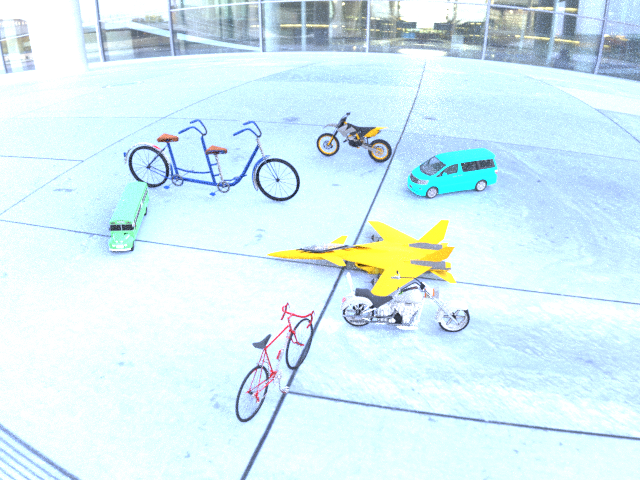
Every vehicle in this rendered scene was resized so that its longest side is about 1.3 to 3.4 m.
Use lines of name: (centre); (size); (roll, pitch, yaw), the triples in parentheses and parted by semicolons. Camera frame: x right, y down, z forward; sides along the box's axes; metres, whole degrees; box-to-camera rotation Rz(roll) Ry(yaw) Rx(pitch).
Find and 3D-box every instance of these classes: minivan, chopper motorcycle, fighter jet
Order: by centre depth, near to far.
chopper motorcycle: (1.028, 0.748, 8.426); (1.563, 0.761, 0.466); (2, 28, 3)
fighter jet: (0.547, 0.104, 9.834); (2.640, 0.557, 2.229); (2, 28, 3)
minivan: (2.291, -1.178, 12.148); (1.548, 0.616, 0.681); (-9, 30, -16)

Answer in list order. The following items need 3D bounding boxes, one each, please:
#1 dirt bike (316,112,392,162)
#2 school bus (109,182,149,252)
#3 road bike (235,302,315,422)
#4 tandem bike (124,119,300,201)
dirt bike: (0.642, -1.931, 13.290); (1.493, 0.857, 0.527); (8, 29, 15)
school bus: (-2.956, -0.369, 10.841); (0.365, 0.434, 1.708); (-2, 28, -3)
road bike: (-0.455, 1.248, 7.404); (0.358, 0.852, 1.545); (15, 32, 25)
tandem bike: (-1.872, -1.378, 11.772); (3.192, 1.326, 0.550); (7, 29, 13)
